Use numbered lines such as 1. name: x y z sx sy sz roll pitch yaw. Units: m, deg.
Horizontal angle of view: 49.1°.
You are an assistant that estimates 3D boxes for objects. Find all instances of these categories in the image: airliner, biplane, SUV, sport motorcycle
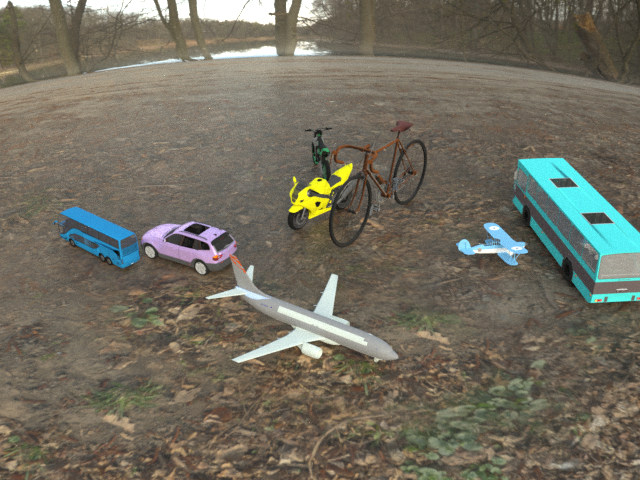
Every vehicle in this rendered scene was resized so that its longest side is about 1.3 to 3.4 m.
1. airliner: -0.147 0.863 8.775 2.541 0.835 2.257 17 33 28
2. biplane: 2.594 0.100 10.496 1.090 0.504 1.336 -4 29 -7
3. SUV: -1.980 0.031 10.542 1.572 0.580 0.656 15 32 26
4. sport motorcycle: 0.019 -0.731 11.671 0.506 0.821 1.520 25 37 37

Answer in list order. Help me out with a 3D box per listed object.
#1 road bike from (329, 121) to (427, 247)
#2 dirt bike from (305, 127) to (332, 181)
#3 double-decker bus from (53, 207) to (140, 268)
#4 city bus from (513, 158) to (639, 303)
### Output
1. road bike: 1.020 -1.022 11.334 0.696 1.656 3.004 19 34 31
2. dirt bike: 0.005 -1.660 13.313 0.527 0.857 1.493 -6 29 -10
3. double-decker bus: -3.438 -0.063 10.752 1.672 0.541 0.389 21 35 33
4. city bus: 3.875 -0.220 10.671 0.926 0.894 3.255 -2 29 -4
